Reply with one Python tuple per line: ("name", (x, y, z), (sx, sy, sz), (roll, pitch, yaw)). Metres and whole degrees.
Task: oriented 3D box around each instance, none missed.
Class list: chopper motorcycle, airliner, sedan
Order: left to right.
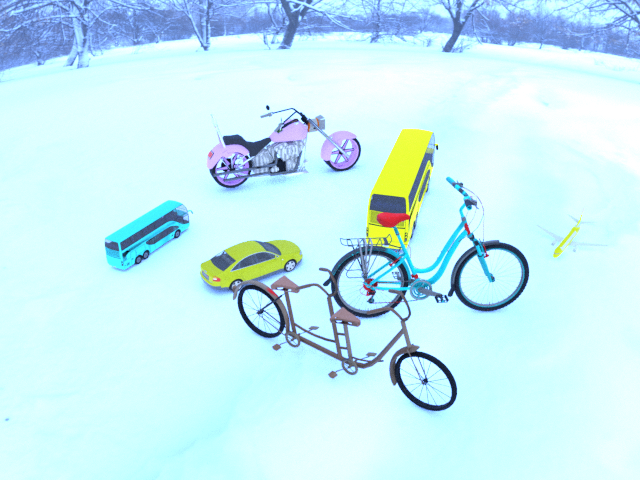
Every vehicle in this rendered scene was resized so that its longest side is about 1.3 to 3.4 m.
("sedan", (-0.992, 0.285, 10.355), (1.613, 0.483, 0.635), (-19, 35, -30))
("chopper motorcycle", (-0.632, -1.805, 12.994), (3.040, 1.480, 0.906), (-12, 32, -20))
("airliner", (3.952, -0.104, 11.087), (1.161, 0.429, 1.307), (20, 35, 30))

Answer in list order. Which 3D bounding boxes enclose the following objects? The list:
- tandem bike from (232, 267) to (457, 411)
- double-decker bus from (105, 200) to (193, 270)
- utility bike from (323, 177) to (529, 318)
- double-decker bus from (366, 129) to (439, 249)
("tandem bike", (0.180, 0.998, 8.268), (3.192, 1.326, 0.550), (19, 35, 30))
("double-decker bus", (-2.668, -0.121, 11.005), (0.389, 0.541, 1.672), (16, 33, 25))
("utility bike", (1.418, 0.146, 9.237), (2.791, 1.839, 1.039), (-2, 30, -4))
("double-decker bus", (1.448, -0.991, 12.007), (0.756, 1.052, 3.251), (8, 31, 13))
